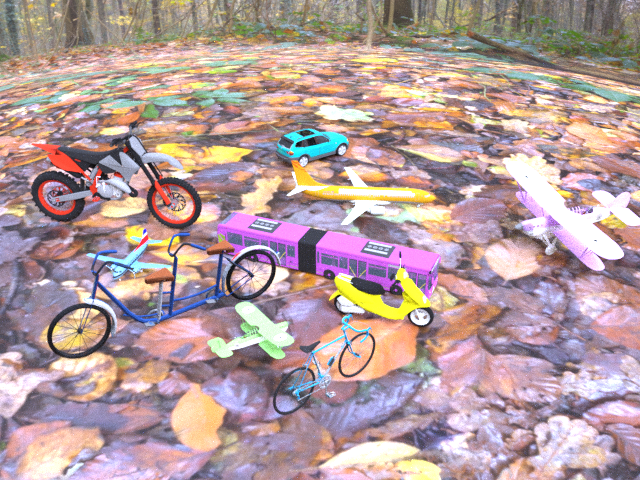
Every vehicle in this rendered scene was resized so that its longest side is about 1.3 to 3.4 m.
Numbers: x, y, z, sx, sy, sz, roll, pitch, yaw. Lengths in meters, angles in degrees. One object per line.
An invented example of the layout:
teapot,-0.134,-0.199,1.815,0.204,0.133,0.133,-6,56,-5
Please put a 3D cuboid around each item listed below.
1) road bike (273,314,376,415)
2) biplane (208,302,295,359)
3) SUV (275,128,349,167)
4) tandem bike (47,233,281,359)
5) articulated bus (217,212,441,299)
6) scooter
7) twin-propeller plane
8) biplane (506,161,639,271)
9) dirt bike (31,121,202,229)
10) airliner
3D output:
road bike,0.079,1.400,7.921,1.545,0.852,0.358,-23,37,-35
biplane,-0.841,1.189,8.642,1.090,0.504,1.336,-17,34,-27
SUV,-0.142,-1.929,14.042,1.572,0.580,0.656,-21,36,-32
tandem bike,-1.895,0.551,8.933,3.192,1.326,0.550,-18,34,-28
articulated bus,0.078,0.200,10.321,3.401,0.561,0.605,12,32,20
scooter,0.810,0.667,9.139,1.399,0.919,0.662,8,31,14
twin-propeller plane,-2.807,0.231,10.424,1.370,0.407,1.095,8,31,13
biplane,3.926,-0.323,10.816,2.120,0.981,2.598,-11,31,-18
dirt bike,-3.345,-0.990,11.295,2.903,1.666,1.024,4,30,7
airliner,0.734,-0.958,12.079,2.541,0.835,2.257,2,30,3
